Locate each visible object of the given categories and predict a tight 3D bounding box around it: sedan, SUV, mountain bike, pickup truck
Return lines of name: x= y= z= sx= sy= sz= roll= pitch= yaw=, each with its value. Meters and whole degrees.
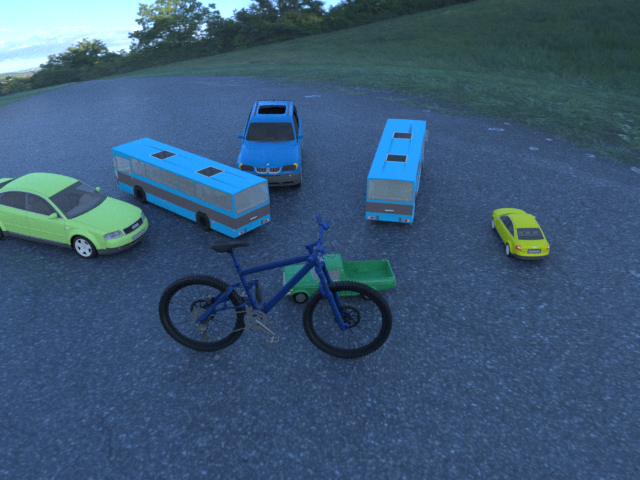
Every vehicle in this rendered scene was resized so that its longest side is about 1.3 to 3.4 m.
sedan: x=3.219 y=-0.185 z=11.308 sx=0.635 sy=0.483 sz=1.613 roll=-1 pitch=28 yaw=-2
SUV: x=-0.967 y=-1.996 z=14.077 sx=1.276 sy=1.128 sz=3.058 roll=0 pitch=28 yaw=0
mountain bike: x=-0.556 y=0.675 z=8.362 sx=2.857 sy=1.688 sz=1.114 roll=2 pitch=28 yaw=4
sedan: x=-4.311 y=-0.513 z=11.444 sx=3.137 sy=0.940 sz=1.235 roll=10 pitch=29 yaw=19
pickup truck: x=0.262 y=0.507 z=9.956 sx=1.603 sy=0.511 sz=0.640 roll=-3 pitch=28 yaw=-5

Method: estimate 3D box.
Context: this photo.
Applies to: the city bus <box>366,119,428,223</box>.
city bus: x=1.465 y=-1.326 z=13.047 sx=0.926 sy=0.894 sz=3.255 roll=5 pitch=28 yaw=10

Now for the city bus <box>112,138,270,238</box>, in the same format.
city bus: x=-2.325 y=-0.940 z=12.308 sx=3.255 sy=0.894 sz=0.926 roll=21 pitch=34 yaw=35
